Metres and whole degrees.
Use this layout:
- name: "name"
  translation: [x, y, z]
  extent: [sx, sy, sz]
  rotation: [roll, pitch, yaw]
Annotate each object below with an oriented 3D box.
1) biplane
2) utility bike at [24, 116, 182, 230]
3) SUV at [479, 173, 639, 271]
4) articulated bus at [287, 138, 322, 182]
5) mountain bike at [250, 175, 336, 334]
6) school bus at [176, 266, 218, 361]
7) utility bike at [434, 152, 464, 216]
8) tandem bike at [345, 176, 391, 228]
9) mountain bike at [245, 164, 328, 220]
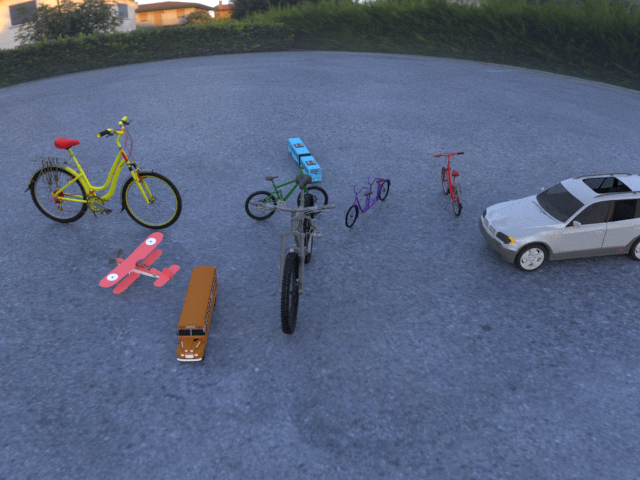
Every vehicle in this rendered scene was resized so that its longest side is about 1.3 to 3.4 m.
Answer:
- name: "biplane"
  translation: [-2.618, 0.437, 10.324]
  extent: [1.090, 0.504, 1.336]
  rotation: [14, 33, 23]
- name: "utility bike"
  translation: [-3.650, -1.113, 11.685]
  extent: [2.791, 1.839, 1.039]
  rotation: [4, 30, 7]
- name: "SUV"
  translation: [4.094, -0.364, 11.092]
  extent: [3.058, 1.128, 1.276]
  rotation: [-5, 30, -8]
- name: "articulated bus"
  translation: [-0.319, -1.636, 14.154]
  extent: [0.311, 0.289, 1.749]
  rotation: [-8, 31, -14]
- name: "mountain bike"
  translation: [-0.301, 0.002, 9.894]
  extent: [1.114, 1.688, 2.857]
  rotation: [3, 30, 5]
- name: "school bus"
  translation: [-1.652, 0.976, 9.455]
  extent: [0.365, 0.434, 1.708]
  rotation: [0, 30, -1]
- name: "utility bike"
  translation: [2.304, -1.052, 12.475]
  extent: [0.535, 0.946, 1.435]
  rotation: [-2, 30, -4]
- name: "tandem bike"
  translation: [0.863, -0.781, 12.269]
  extent: [0.283, 0.682, 1.642]
  rotation: [17, 34, 27]
- name: "mountain bike"
  translation: [-0.572, -0.773, 12.067]
  extent: [1.469, 0.868, 0.573]
  rotation: [-6, 30, -10]
